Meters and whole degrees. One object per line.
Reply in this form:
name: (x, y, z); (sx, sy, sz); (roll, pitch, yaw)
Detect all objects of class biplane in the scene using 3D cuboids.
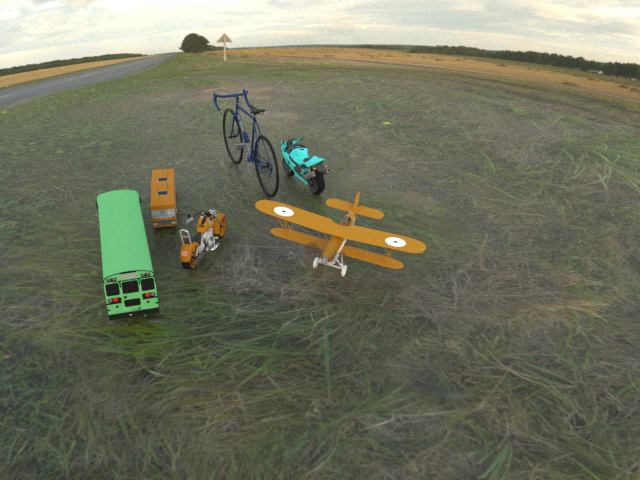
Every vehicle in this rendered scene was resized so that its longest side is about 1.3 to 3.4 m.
biplane: (0.374, -0.109, 10.758); (2.598, 0.981, 2.120); (8, 29, 14)

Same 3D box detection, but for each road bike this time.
road bike: (-1.395, -1.964, 13.569); (0.697, 1.656, 3.004); (-13, 30, -23)

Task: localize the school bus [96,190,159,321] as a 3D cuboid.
school bus: (-2.957, 0.057, 10.590); (0.709, 0.844, 3.322); (-8, 29, -15)

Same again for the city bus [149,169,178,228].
city bus: (-2.795, -0.753, 12.548); (0.476, 0.460, 1.674); (-5, 28, -10)

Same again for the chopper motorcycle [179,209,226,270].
chopper motorcycle: (-1.824, -0.130, 11.035); (0.466, 0.761, 1.563); (7, 28, 13)

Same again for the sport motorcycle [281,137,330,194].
sport motorcycle: (-0.332, -1.449, 13.486); (0.506, 0.821, 1.520); (-16, 32, -27)
